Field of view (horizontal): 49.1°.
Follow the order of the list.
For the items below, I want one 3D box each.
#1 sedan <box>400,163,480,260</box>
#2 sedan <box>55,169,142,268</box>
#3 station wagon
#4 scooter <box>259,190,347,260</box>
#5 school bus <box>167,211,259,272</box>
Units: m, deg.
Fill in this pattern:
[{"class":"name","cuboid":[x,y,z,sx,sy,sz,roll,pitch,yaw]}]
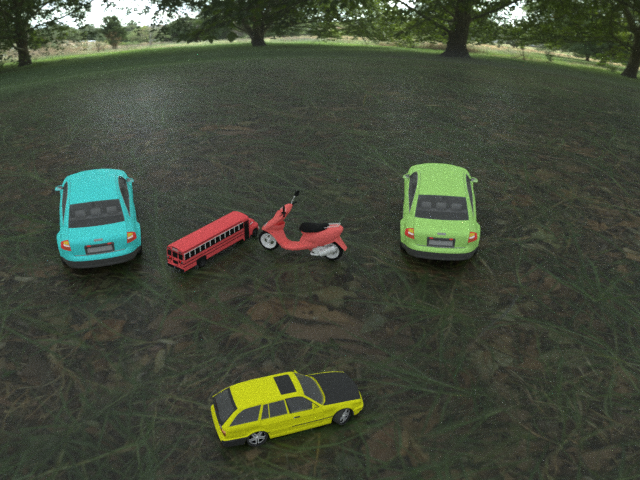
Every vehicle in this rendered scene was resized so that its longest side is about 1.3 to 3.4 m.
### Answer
[{"class":"sedan","cuboid":[1.931,-0.664,11.311,1.235,0.940,3.137,4,29,7]},{"class":"sedan","cuboid":[-3.535,-0.554,11.107,1.235,0.940,3.137,-8,29,-15]},{"class":"station wagon","cuboid":[-0.333,1.700,7.411,1.597,0.473,0.682,-9,30,-17]},{"class":"scooter","cuboid":[-0.274,-0.180,10.433,1.399,0.919,0.662,9,30,16]},{"class":"school bus","cuboid":[-1.580,-0.025,10.657,0.365,0.434,1.708,19,34,31]}]
